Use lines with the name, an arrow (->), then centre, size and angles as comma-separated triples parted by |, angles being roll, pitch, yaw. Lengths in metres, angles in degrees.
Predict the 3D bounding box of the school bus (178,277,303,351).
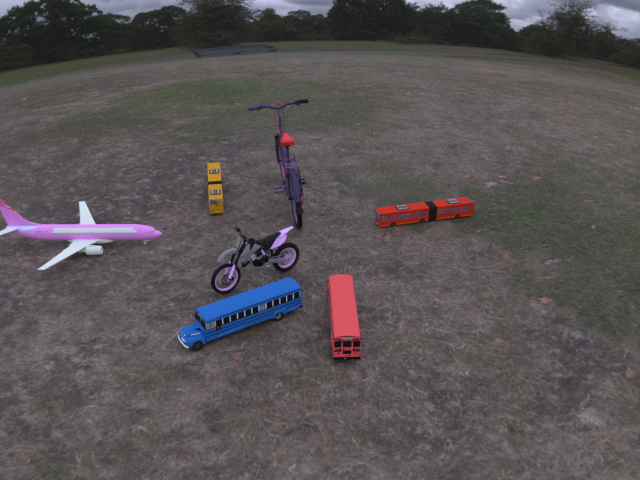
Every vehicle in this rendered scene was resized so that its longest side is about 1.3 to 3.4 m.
school bus -> -1.040, 0.958, 9.204 | 1.708, 0.434, 0.365 | -18, 34, -29

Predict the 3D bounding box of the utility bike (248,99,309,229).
utility bike -> -0.649, -1.399, 12.009 | 1.039, 1.839, 2.791 | -5, 29, -8

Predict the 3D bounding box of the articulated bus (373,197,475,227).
articulated bus -> 1.785, -0.481, 11.952 | 1.749, 0.289, 0.311 | -7, 30, -13

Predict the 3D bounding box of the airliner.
airliner -> -3.790, -0.283, 11.031 | 2.541, 0.835, 2.257 | -1, 29, -2

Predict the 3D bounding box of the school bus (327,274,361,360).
school bus -> 0.303, 0.937, 9.243 | 0.365, 0.434, 1.708 | -1, 29, -2

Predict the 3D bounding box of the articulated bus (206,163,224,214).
articulated bus -> -1.920, -0.971, 12.837 | 0.311, 0.289, 1.749 | -4, 29, -8

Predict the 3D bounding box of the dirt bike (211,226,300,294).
dirt bike -> -0.914, 0.236, 10.071 | 1.493, 0.857, 0.527 | -20, 35, -31
